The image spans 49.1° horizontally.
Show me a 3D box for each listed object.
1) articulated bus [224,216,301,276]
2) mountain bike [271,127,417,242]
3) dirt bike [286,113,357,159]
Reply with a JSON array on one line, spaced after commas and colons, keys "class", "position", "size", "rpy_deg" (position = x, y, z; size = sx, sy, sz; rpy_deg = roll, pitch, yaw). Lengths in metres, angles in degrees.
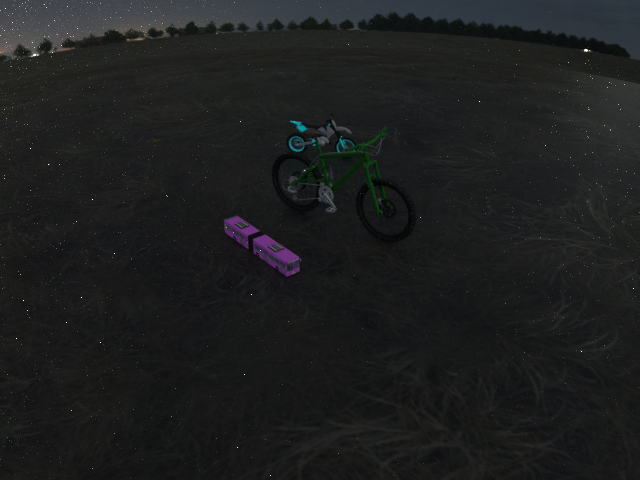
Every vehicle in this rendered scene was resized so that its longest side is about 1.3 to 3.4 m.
[{"class": "articulated bus", "position": [-0.932, 0.073, 10.974], "size": [0.311, 0.289, 1.749], "rpy_deg": [-22, 37, -33]}, {"class": "mountain bike", "position": [0.321, -0.990, 11.416], "size": [2.857, 1.688, 1.114], "rpy_deg": [20, 36, 31]}, {"class": "dirt bike", "position": [0.031, -2.086, 14.145], "size": [1.493, 0.857, 0.527], "rpy_deg": [7, 31, 12]}]
